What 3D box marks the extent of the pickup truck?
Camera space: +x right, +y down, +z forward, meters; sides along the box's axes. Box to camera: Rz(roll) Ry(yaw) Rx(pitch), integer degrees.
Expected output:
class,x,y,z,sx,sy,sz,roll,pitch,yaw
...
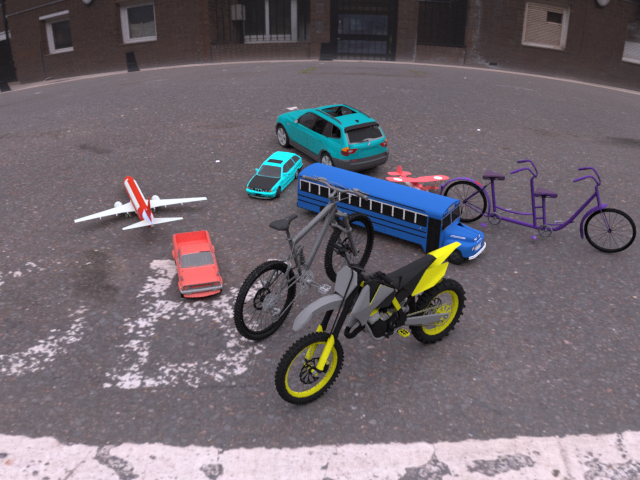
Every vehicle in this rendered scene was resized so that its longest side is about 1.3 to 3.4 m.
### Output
class,x,y,z,sx,sy,sz,roll,pitch,yaw
pickup truck,-1.866,0.291,10.509,0.640,0.511,1.603,-7,29,-13

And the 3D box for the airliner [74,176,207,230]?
class,x,y,z,sx,sy,sz,roll,pitch,yaw
airliner,-3.170,-0.814,12.205,2.257,0.835,2.541,-12,31,-21

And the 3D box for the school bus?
class,x,y,z,sx,sy,sz,roll,pitch,yaw
school bus,1.137,-0.486,11.591,3.322,0.844,0.709,18,34,30

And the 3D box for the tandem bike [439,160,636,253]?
class,x,y,z,sx,sy,sz,roll,pitch,yaw
tandem bike,3.489,-0.648,11.384,3.192,1.326,0.550,14,31,24

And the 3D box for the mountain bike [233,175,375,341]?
class,x,y,z,sx,sy,sz,roll,pitch,yaw
mountain bike,-0.123,0.192,9.460,1.114,1.688,2.857,22,35,34

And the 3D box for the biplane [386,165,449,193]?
class,x,y,z,sx,sy,sz,roll,pitch,yaw
biplane,1.727,-1.077,13.035,1.336,0.504,1.090,-13,31,-23

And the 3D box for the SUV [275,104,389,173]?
class,x,y,z,sx,sy,sz,roll,pitch,yaw
SUV,0.192,-2.265,14.567,1.276,1.128,3.058,-16,32,-27

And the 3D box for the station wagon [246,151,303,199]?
class,x,y,z,sx,sy,sz,roll,pitch,yaw
station wagon,-0.868,-1.284,13.448,0.682,0.473,1.597,10,30,17

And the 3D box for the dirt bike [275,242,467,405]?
class,x,y,z,sx,sy,sz,roll,pitch,yaw
dirt bike,0.705,0.861,8.251,2.903,1.666,1.024,-19,34,-31
